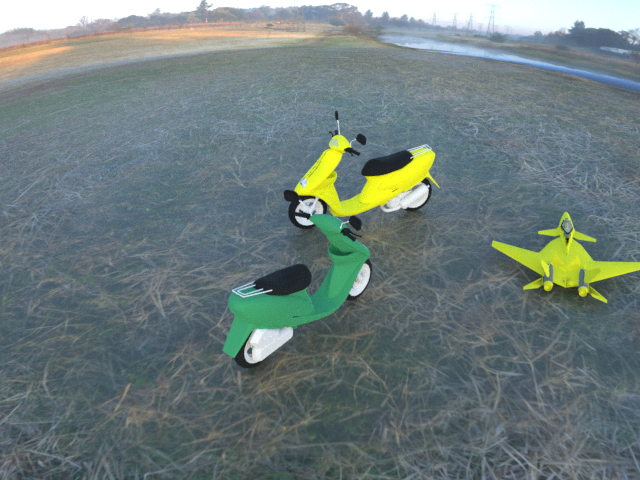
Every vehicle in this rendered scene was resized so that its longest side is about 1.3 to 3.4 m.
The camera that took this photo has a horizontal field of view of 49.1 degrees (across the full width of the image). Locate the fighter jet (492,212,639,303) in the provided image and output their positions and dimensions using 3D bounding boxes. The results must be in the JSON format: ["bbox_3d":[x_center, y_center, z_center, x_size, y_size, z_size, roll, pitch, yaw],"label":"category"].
[{"bbox_3d":[3.849,0.002,10.893,2.229,0.557,2.640,9,31,15],"label":"fighter jet"}]

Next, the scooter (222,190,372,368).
[{"bbox_3d":[-0.185,0.436,8.926,1.288,1.786,2.721,24,38,35],"label":"scooter"}]

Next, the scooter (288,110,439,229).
[{"bbox_3d":[0.763,-1.145,11.641,2.721,1.786,1.288,-10,32,-16],"label":"scooter"}]
